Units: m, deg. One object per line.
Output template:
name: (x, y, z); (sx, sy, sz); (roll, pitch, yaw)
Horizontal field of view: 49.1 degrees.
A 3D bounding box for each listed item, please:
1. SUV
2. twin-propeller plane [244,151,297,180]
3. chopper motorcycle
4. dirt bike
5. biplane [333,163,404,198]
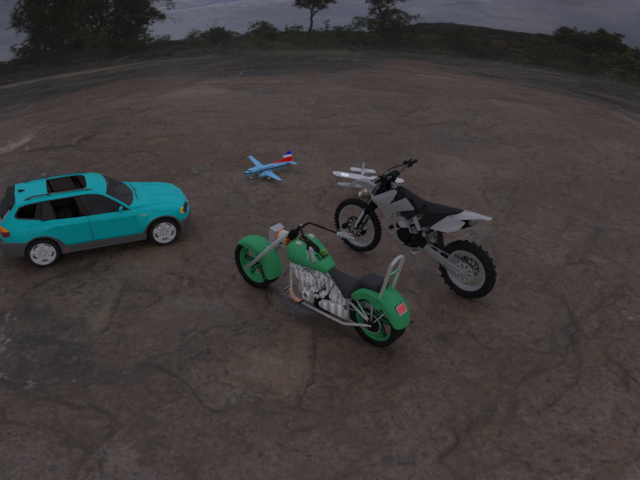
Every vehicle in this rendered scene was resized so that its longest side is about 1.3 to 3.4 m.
SUV: (-3.679, -0.493, 11.449); (3.058, 1.128, 1.276); (-11, 32, -18)
twin-propeller plane: (-1.018, -1.487, 13.909); (1.095, 0.407, 1.370); (-16, 34, -26)
chopper motorcycle: (-0.066, 0.390, 9.553); (3.040, 1.480, 0.906); (24, 37, 35)
dirt bike: (1.347, -0.223, 10.434); (2.903, 1.666, 1.024); (23, 37, 34)
biplane: (0.886, -1.125, 13.180); (1.336, 0.504, 1.090); (-2, 30, -4)
